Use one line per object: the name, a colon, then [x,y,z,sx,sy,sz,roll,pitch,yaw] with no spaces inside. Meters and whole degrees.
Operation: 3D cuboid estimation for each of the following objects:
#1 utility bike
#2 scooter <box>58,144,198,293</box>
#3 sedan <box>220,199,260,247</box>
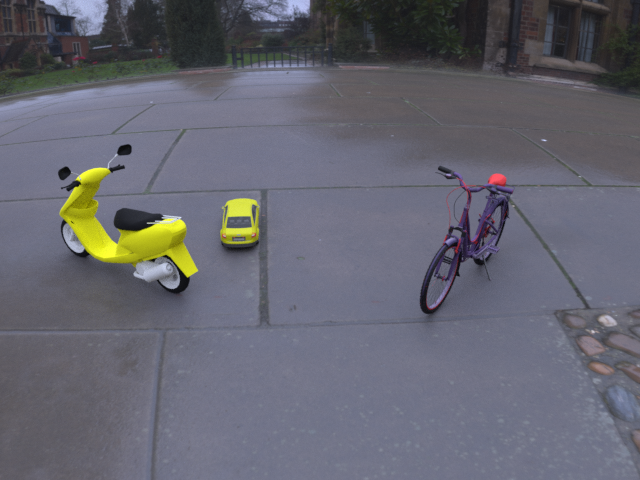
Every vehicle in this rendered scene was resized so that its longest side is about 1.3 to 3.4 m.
utility bike: [2.187,-0.154,9.647,1.039,1.839,2.791,18,32,31]
scooter: [-2.861,-0.297,9.982,2.721,1.786,1.288,17,32,29]
sedan: [-1.308,-0.366,11.537,0.635,0.483,1.613,-2,27,-3]
